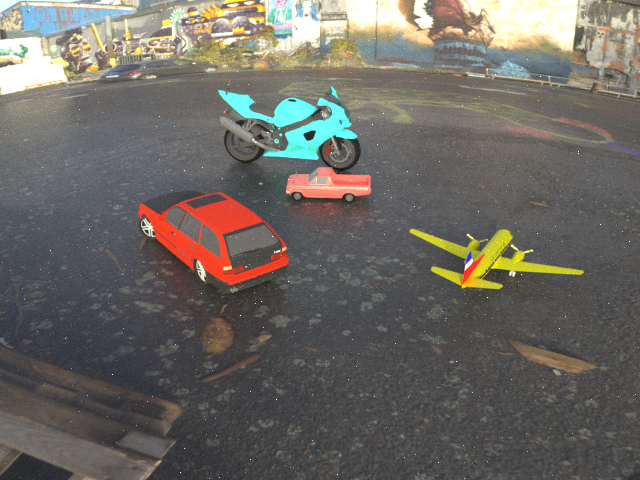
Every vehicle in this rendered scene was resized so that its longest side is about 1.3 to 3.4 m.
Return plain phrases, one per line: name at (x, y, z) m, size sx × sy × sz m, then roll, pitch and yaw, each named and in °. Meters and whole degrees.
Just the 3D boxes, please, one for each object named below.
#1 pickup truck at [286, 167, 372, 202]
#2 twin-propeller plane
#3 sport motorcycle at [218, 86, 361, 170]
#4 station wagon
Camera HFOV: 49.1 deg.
pickup truck at (0.164, -1.058, 13.052) m, size 1.603 × 0.511 × 0.640 m, roll 2°, pitch 27°, yaw 3°
twin-propeller plane at (2.476, 0.176, 10.322) m, size 2.663 × 0.792 × 2.129 m, roll 15°, pitch 31°, yaw 27°
sport motorcycle at (-0.618, -2.256, 14.208) m, size 2.955 × 1.596 × 0.983 m, roll 6°, pitch 28°, yaw 12°
station wagon at (-1.779, -0.225, 10.967) m, size 1.327 × 0.920 × 3.105 m, roll -19°, pitch 33°, yaw -33°
